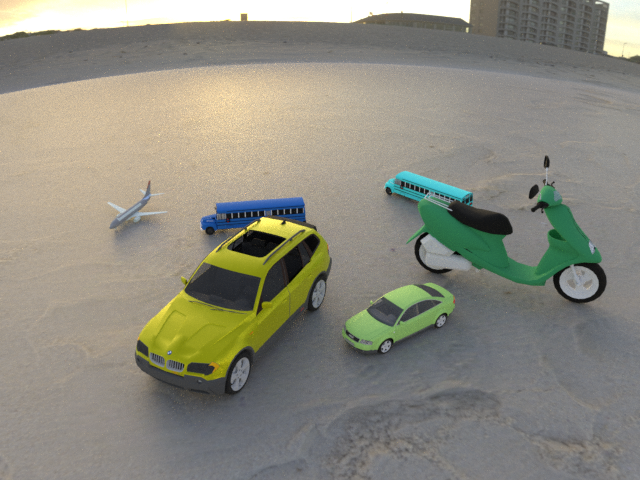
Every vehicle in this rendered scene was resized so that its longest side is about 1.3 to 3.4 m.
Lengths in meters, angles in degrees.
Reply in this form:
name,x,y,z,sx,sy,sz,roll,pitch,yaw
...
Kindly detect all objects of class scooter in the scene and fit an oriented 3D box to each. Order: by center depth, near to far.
name,x,y,z,sx,sy,sz,roll,pitch,yaw
scooter,2.517,-0.152,9.425,2.721,1.786,1.288,12,30,21

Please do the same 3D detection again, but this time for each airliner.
name,x,y,z,sx,sy,sz,roll,pitch,yaw
airliner,-3.154,-0.579,11.721,1.161,0.429,1.307,9,29,17

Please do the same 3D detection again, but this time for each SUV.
name,x,y,z,sx,sy,sz,roll,pitch,yaw
SUV,-0.951,0.660,8.576,1.276,1.128,3.058,13,30,24

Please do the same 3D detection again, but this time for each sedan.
name,x,y,z,sx,sy,sz,roll,pitch,yaw
sedan,0.999,0.918,8.779,1.613,0.483,0.635,-19,33,-32

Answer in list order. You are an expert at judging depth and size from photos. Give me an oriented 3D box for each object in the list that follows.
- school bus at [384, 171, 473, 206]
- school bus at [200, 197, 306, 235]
name,x,y,z,sx,sy,sz,roll,pitch,yaw
school bus,1.853,-0.835,12.210,1.708,0.434,0.365,24,36,39
school bus,-1.095,-0.405,11.381,1.708,0.434,0.365,-5,28,-9
